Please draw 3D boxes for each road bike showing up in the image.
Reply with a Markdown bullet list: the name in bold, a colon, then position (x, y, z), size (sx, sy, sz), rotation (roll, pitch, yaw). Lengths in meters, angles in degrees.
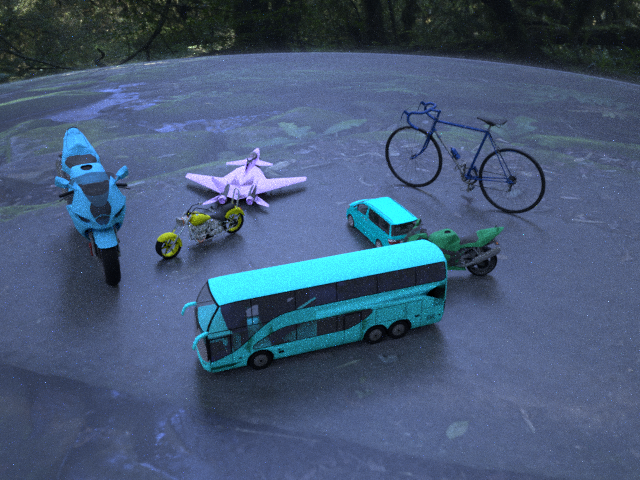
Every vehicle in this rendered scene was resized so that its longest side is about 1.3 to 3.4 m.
- **road bike**: position (2.432, -1.455, 12.018), size (3.004, 1.656, 0.696), rotation (19, 34, 30)

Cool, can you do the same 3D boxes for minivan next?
- **minivan**: position (0.975, -0.324, 11.047), size (0.681, 0.616, 1.548), rotation (-13, 31, -22)

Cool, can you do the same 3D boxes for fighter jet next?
- **fighter jet**: position (-1.350, -1.379, 13.015), size (2.229, 0.557, 2.640), rotation (2, 29, 4)

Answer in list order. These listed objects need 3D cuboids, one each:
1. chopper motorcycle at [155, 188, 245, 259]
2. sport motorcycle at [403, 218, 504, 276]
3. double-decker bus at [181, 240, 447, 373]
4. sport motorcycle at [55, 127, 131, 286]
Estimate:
- **chopper motorcycle**: position (-1.833, -0.259, 10.777), size (1.563, 0.761, 0.466), rotation (-23, 36, -35)
- **sport motorcycle**: position (1.824, 0.152, 9.973), size (1.520, 0.821, 0.506), rotation (-1, 29, -2)
- **double-decker bus**: position (-0.009, 0.796, 8.569), size (3.251, 1.052, 0.756), rotation (-10, 30, -17)
- **sport motorcycle**: position (-3.408, -0.567, 10.472), size (0.983, 1.596, 2.955), rotation (-12, 31, -21)
